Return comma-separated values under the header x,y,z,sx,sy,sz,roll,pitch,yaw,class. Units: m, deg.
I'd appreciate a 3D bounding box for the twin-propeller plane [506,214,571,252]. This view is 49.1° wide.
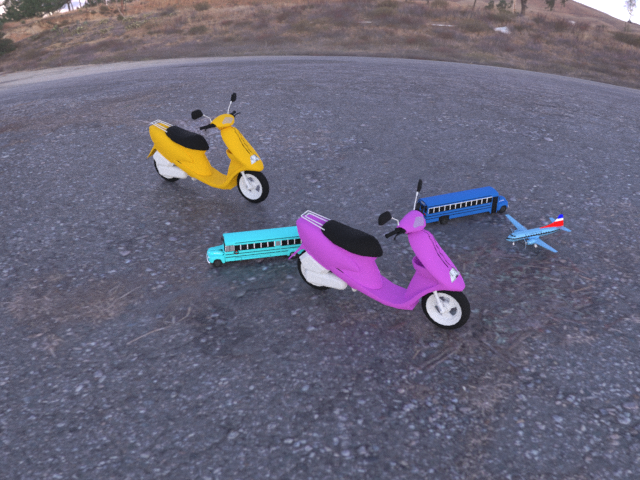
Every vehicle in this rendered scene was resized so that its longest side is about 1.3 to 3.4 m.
x,y,z,sx,sy,sz,roll,pitch,yaw,class
3.514,-0.165,11.412,1.095,0.407,1.370,-10,30,-17,twin-propeller plane

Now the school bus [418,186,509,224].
x,y,z,sx,sy,sz,roll,pitch,yaw,class
2.518,-0.617,12.202,1.708,0.434,0.365,-11,31,-19,school bus

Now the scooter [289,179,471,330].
x,y,z,sx,sy,sz,roll,pitch,yaw,class
0.770,0.147,9.419,2.721,1.786,1.288,15,32,26,scooter

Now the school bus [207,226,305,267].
x,y,z,sx,sy,sz,roll,pitch,yaw,class
-0.917,0.081,10.938,1.708,0.434,0.365,-6,30,-11,school bus

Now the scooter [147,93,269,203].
x,y,z,sx,sy,sz,roll,pitch,yaw,class
-2.106,-1.712,12.788,2.721,1.786,1.288,15,32,25,scooter
